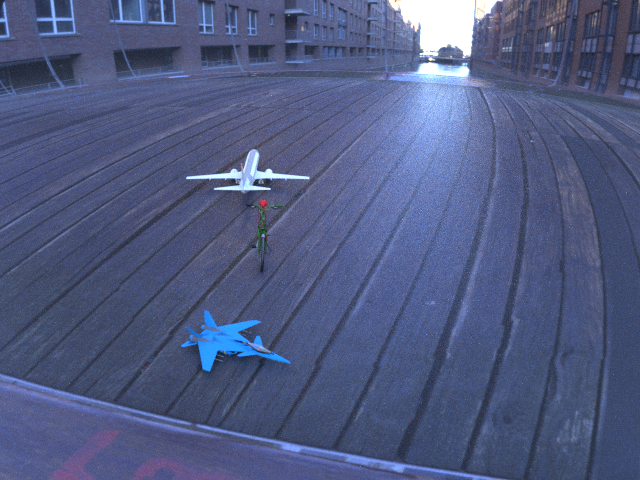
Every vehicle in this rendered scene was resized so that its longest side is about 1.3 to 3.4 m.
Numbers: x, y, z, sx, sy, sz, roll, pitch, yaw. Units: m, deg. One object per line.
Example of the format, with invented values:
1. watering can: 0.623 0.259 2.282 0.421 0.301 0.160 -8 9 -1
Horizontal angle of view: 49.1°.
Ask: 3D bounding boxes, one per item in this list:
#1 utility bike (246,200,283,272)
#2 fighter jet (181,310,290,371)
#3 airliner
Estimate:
1. utility bike: -0.821 -0.187 10.445 0.535 0.946 1.435 -2 27 -5
2. fighter jet: -0.948 1.217 8.377 1.358 0.286 1.147 13 29 24
3. airliner: -1.327 -1.437 13.064 2.257 0.835 2.541 0 27 0
